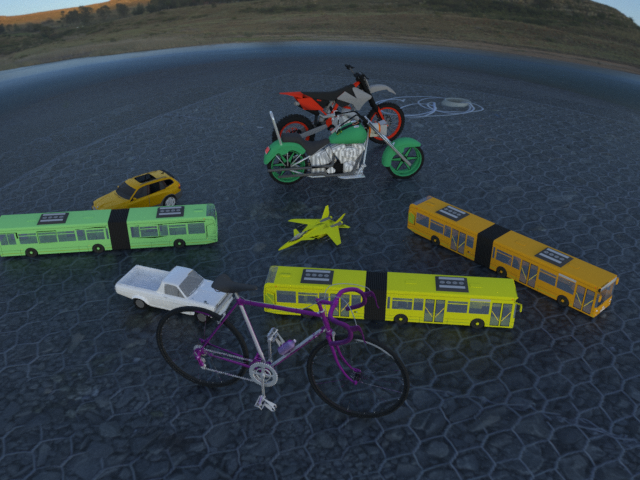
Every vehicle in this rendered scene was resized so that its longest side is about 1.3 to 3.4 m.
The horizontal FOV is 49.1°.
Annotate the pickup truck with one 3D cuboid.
[{"bbox_3d":[-2.031,0.673,9.743,1.603,0.511,0.640,10,32,17],"label":"pickup truck"}]

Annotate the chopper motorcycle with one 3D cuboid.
[{"bbox_3d":[0.467,-1.755,12.943,3.040,1.480,0.906,-5,31,-9],"label":"chopper motorcycle"}]

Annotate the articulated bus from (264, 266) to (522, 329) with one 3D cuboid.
[{"bbox_3d":[0.950,0.771,9.526,3.401,0.561,0.605,3,30,5],"label":"articulated bus"}]

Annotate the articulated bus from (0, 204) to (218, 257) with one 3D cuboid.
[{"bbox_3d":[-3.355,-0.163,11.127,3.401,0.561,0.605,-4,30,-6],"label":"articulated bus"}]

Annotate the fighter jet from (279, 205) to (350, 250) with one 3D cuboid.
[{"bbox_3d":[-0.178,-0.158,11.390,1.147,0.286,1.358,26,39,37],"label":"fighter jet"}]

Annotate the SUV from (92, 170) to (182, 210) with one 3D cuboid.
[{"bbox_3d":[-3.170,-0.770,12.147,1.572,0.580,0.656,-23,38,-34],"label":"SUV"}]

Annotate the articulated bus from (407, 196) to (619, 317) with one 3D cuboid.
[{"bbox_3d":[2.763,0.166,10.562,0.605,0.561,3.401,-25,38,-36],"label":"articulated bus"}]

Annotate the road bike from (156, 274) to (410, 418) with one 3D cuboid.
[{"bbox_3d":[-0.480,1.164,7.767,3.004,1.656,0.697,8,31,14],"label":"road bike"}]

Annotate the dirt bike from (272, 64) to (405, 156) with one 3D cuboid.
[{"bbox_3d":[0.409,-2.599,14.204,2.903,1.666,1.024,-10,32,-16],"label":"dirt bike"}]
